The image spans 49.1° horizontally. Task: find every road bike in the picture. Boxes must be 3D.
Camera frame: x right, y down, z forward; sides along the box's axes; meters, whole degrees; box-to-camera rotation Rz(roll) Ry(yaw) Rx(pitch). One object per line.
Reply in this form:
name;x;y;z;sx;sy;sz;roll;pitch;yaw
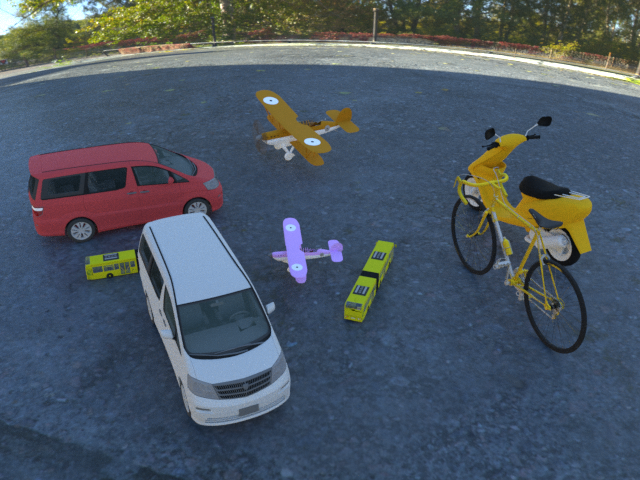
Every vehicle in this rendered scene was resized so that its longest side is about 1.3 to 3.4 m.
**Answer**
road bike;2.496;0.152;9.080;0.696;1.656;3.004;-11;32;-18

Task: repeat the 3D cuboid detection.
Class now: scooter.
scooter;3.114;-0.841;10.646;1.288;1.786;2.721;-15;34;-24

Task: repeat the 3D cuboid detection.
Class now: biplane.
biplane;-0.270;-2.135;13.656;2.120;0.981;2.598;-16;34;-25
biplane;-0.206;0.206;10.126;1.090;0.504;1.336;-4;31;-7

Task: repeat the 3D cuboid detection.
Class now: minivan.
minivan;-1.355;0.826;8.382;1.324;1.197;3.011;-13;33;-20
minivan;-3.103;-0.893;11.318;3.011;1.197;1.324;-11;32;-19

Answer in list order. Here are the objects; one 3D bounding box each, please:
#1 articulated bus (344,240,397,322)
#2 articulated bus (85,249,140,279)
articulated bus;0.712;0.539;9.772;0.311;0.289;1.749;10;32;16
articulated bus;-2.506;0.278;10.217;1.749;0.289;0.311;-9;32;-15
